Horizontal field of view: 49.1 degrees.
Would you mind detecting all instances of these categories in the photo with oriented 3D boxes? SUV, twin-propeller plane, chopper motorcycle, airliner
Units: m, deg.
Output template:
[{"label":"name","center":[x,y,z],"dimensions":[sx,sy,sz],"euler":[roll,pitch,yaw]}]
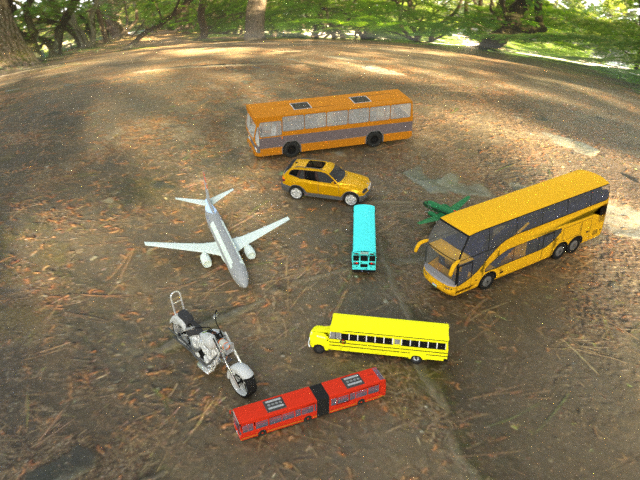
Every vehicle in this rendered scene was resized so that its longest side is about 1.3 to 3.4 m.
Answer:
[{"label":"SUV","center":[0.108,-1.039,12.140],"dimensions":[1.572,0.580,0.656],"euler":[8,32,13]},{"label":"twin-propeller plane","center":[2.110,-0.491,11.392],"dimensions":[1.370,0.407,1.095],"euler":[-26,40,-36]},{"label":"chopper motorcycle","center":[-1.283,1.210,8.203],"dimensions":[0.466,0.761,1.563],"euler":[-26,39,-36]},{"label":"airliner","center":[-1.453,-0.169,10.437],"dimensions":[2.257,0.835,2.541],"euler":[-11,33,-17]}]

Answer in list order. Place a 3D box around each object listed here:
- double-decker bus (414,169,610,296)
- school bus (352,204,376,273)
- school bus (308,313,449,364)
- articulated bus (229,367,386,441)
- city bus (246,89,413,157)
[{"label":"double-decker bus","center":[2.866,-0.129,10.159],"dimensions":[3.251,1.052,0.756],"euler":[-18,35,-28]},{"label":"school bus","center":[0.672,-0.087,10.690],"dimensions":[0.365,0.434,1.708],"euler":[2,31,3]},{"label":"school bus","center":[0.709,1.190,8.555],"dimensions":[1.708,0.434,0.365],"euler":[5,31,8]},{"label":"articulated bus","center":[-0.104,1.787,7.698],"dimensions":[1.749,0.289,0.311],"euler":[-12,33,-20]},{"label":"city bus","center":[0.196,-2.315,13.968],"dimensions":[3.255,0.894,0.926],"euler":[-9,32,-15]}]
